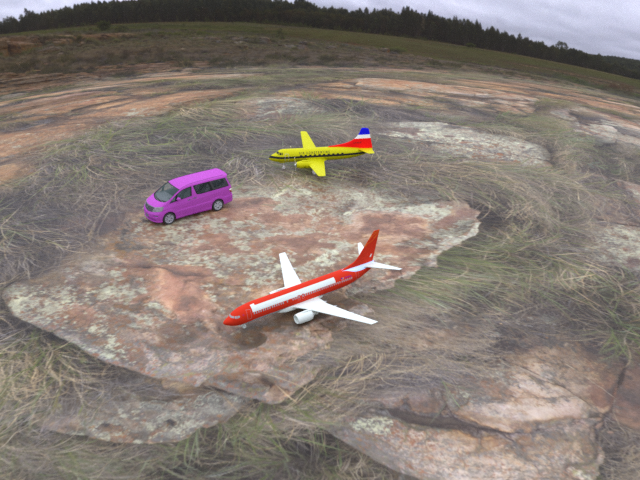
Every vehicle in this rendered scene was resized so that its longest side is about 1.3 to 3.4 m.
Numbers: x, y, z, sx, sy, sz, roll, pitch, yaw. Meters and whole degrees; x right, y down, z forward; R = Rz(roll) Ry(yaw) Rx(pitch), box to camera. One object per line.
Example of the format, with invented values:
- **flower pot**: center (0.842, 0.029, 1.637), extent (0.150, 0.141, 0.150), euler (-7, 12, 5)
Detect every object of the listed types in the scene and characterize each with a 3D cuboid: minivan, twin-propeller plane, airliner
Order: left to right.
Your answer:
- **minivan**: center (-2.316, -0.777, 12.238), extent (1.548, 0.616, 0.681), euler (-18, 32, -32)
- **airliner**: center (-0.177, 0.530, 9.432), extent (2.541, 0.835, 2.257), euler (-17, 32, -30)
- **twin-propeller plane**: center (0.022, -1.843, 14.136), extent (2.129, 0.792, 2.663), euler (-4, 27, -8)
